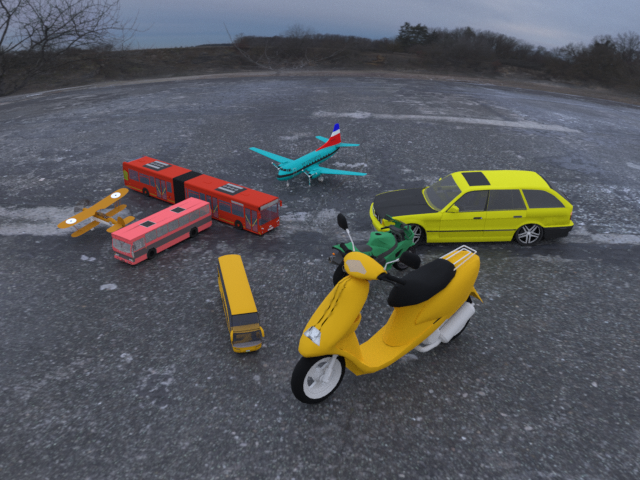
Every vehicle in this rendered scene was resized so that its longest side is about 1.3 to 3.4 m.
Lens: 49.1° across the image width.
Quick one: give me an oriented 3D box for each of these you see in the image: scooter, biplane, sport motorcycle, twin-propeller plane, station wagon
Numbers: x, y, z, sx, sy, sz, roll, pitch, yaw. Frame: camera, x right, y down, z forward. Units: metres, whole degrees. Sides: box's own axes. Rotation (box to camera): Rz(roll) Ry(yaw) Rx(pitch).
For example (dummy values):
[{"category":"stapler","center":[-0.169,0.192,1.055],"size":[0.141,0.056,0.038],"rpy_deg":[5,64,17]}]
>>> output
[{"category":"scooter","center":[0.816,0.647,7.638],"size":[2.721,1.786,1.288],"rpy_deg":[-18,31,-32]},{"category":"biplane","center":[-3.453,-0.341,11.085],"size":[1.090,0.504,1.336],"rpy_deg":[18,32,32]},{"category":"sport motorcycle","center":[0.768,0.201,9.632],"size":[1.520,0.821,0.506],"rpy_deg":[-19,32,-33]},{"category":"twin-propeller plane","center":[-0.169,-1.622,13.355],"size":[2.663,0.792,2.129],"rpy_deg":[17,31,30]},{"category":"station wagon","center":[2.341,-0.549,11.037],"size":[3.105,0.920,1.327],"rpy_deg":[-1,26,-3]}]

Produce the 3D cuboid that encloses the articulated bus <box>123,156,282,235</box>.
[{"category":"articulated bus","center":[-2.100,-0.814,11.979],"size":[3.401,0.561,0.605],"rpy_deg":[19,32,33]}]

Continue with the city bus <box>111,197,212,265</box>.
[{"category":"city bus","center":[-2.389,-0.144,10.737],"size":[0.476,0.460,1.674],"rpy_deg":[17,31,31]}]

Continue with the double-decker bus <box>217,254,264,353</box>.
[{"category":"double-decker bus","center":[-1.027,0.782,8.772],"size":[0.389,0.541,1.672],"rpy_deg":[-6,27,-12]}]
